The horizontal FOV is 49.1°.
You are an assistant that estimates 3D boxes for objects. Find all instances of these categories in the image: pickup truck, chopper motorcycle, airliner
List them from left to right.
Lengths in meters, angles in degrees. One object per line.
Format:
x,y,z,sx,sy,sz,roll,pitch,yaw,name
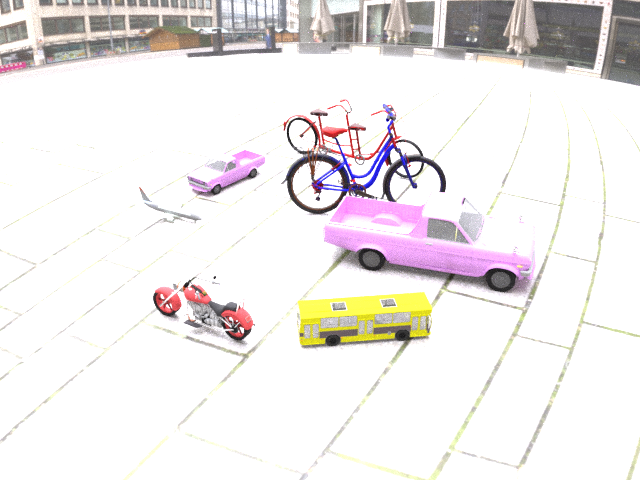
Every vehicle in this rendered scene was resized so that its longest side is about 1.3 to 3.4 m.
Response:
-2.542,-0.591,11.825,1.307,0.429,1.161,13,31,23,airliner
-1.525,0.793,8.945,1.563,0.761,0.466,16,32,26,chopper motorcycle
-1.742,-1.350,13.131,0.640,0.511,1.603,21,35,33,pickup truck
1.642,-0.131,10.395,3.117,0.993,1.244,9,30,16,pickup truck

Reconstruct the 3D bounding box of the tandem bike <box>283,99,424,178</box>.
0.593,-2.072,13.603,3.192,1.326,0.550,17,33,28,tandem bike

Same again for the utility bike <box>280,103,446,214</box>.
0.729,-1.321,11.692,2.791,1.839,1.039,1,29,2,utility bike

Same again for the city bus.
0.554,1.009,8.862,1.674,0.460,0.476,-3,29,-6,city bus
